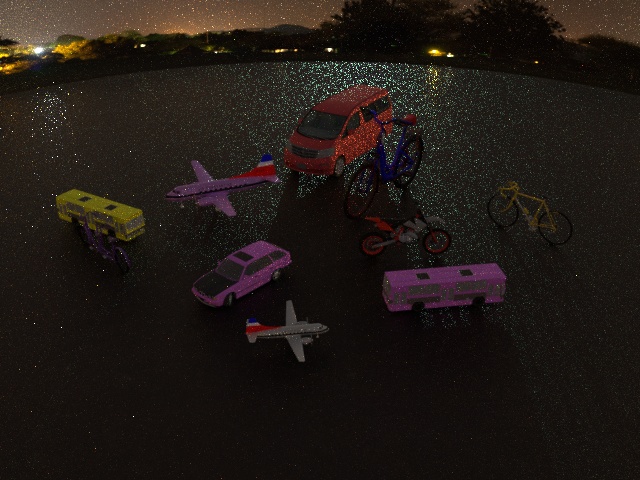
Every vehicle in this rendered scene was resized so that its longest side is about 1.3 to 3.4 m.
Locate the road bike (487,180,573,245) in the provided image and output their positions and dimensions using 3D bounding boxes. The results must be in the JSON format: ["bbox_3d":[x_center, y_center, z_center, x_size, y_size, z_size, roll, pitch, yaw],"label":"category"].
[{"bbox_3d":[3.479,-0.463,11.633,1.545,0.852,0.358,23,36,36],"label":"road bike"}]

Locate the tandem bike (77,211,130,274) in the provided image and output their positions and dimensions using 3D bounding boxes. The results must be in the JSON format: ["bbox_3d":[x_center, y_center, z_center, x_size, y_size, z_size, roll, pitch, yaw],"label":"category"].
[{"bbox_3d":[-3.425,-0.002,10.958,0.283,0.682,1.642,-24,37,-37],"label":"tandem bike"}]

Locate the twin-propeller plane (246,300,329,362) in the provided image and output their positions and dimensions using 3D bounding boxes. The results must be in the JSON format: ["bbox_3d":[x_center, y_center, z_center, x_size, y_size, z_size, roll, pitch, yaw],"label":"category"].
[{"bbox_3d":[-0.420,1.147,9.123,1.095,0.407,1.370,-4,29,-8],"label":"twin-propeller plane"}]

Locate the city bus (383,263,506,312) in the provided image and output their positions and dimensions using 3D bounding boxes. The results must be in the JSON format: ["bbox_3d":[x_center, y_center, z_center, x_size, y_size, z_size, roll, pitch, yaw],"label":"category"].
[{"bbox_3d":[1.754,0.685,9.922,1.674,0.460,0.476,-4,29,-8],"label":"city bus"}]

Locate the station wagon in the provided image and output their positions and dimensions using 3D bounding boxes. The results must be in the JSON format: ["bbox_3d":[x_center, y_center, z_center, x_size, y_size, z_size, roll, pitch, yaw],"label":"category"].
[{"bbox_3d":[-1.149,0.454,10.335,0.682,0.473,1.597,23,36,36],"label":"station wagon"}]

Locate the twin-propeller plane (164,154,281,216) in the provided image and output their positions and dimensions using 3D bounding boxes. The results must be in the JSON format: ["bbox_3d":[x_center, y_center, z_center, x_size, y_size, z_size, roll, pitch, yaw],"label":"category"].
[{"bbox_3d":[-1.806,-1.070,12.817,2.129,0.792,2.663,-11,30,-20],"label":"twin-propeller plane"}]

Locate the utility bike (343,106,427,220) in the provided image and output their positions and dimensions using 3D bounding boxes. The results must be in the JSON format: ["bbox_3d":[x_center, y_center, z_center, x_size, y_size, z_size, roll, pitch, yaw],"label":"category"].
[{"bbox_3d":[1.310,-1.497,12.507,1.039,1.839,2.791,19,34,31],"label":"utility bike"}]

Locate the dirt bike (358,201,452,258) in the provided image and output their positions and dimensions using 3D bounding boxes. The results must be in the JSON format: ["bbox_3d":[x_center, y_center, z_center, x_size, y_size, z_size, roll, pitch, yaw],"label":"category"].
[{"bbox_3d":[1.346,-0.124,11.001,1.493,0.857,0.527,-2,28,-4],"label":"dirt bike"}]

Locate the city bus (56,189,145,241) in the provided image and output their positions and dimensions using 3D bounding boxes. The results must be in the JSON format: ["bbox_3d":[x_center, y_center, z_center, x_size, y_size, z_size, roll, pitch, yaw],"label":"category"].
[{"bbox_3d":[-3.758,-0.418,11.961,1.674,0.460,0.476,16,32,27],"label":"city bus"}]

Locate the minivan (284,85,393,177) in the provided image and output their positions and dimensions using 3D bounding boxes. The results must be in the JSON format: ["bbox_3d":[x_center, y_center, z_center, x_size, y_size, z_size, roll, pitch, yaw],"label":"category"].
[{"bbox_3d":[0.430,-2.333,14.727,1.324,1.197,3.011,16,32,27],"label":"minivan"}]
